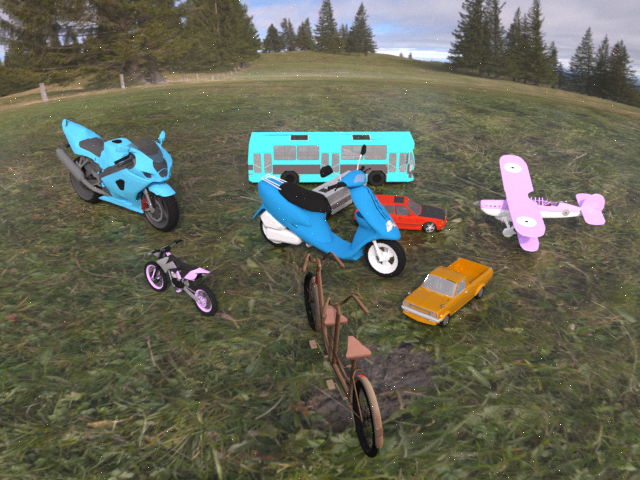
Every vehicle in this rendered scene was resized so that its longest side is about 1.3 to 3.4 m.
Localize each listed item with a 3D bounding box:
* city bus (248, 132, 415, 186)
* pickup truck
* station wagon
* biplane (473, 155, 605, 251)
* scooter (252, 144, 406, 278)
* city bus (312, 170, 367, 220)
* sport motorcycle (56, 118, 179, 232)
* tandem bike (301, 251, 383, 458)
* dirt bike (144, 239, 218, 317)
[{"bbox_3d":[0.219,-1.621,14.002,3.255,0.894,0.926,0,26,-1],"label":"city bus"},{"bbox_3d":[1.797,0.654,9.732,0.640,0.511,1.603,20,32,35],"label":"pickup truck"},{"bbox_3d":[1.393,-0.483,12.129,1.597,0.473,0.682,4,26,9],"label":"station wagon"},{"bbox_3d":[3.611,-0.515,11.611,2.120,0.981,2.598,3,26,5],"label":"biplane"},{"bbox_3d":[0.095,-0.491,10.636,2.721,1.786,1.288,15,30,28],"label":"scooter"},{"bbox_3d":[0.249,-0.784,12.768,0.476,0.460,1.674,16,30,30],"label":"city bus"},{"bbox_3d":[-3.524,-1.175,12.269,2.955,1.596,0.983,19,32,34],"label":"sport motorcycle"},{"bbox_3d":[0.186,1.070,7.933,0.550,1.326,3.192,-6,26,-12],"label":"tandem bike"},{"bbox_3d":[-1.964,0.498,9.656,1.493,0.857,0.527,19,32,35],"label":"dirt bike"}]
